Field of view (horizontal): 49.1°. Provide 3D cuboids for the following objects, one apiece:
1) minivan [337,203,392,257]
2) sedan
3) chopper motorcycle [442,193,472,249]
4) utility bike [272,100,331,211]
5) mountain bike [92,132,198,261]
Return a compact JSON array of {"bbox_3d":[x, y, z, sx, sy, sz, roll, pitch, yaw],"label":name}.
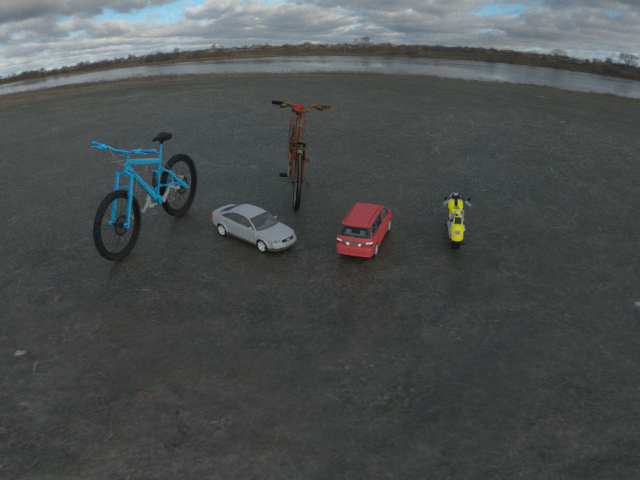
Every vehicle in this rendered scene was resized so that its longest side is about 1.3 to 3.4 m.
[{"bbox_3d":[0.734,-0.253,11.209,0.681,0.616,1.548,8,27,16],"label":"minivan"},{"bbox_3d":[-1.081,-0.256,11.367,1.613,0.483,0.635,21,33,36],"label":"sedan"},{"bbox_3d":[2.206,-0.428,11.403,0.466,0.761,1.563,3,26,6],"label":"chopper motorcycle"},{"bbox_3d":[-0.347,-1.765,12.920,1.039,1.839,2.791,-2,26,-4],"label":"utility bike"},{"bbox_3d":[-2.751,-0.853,11.218,1.114,1.688,2.857,9,27,18],"label":"mountain bike"}]
